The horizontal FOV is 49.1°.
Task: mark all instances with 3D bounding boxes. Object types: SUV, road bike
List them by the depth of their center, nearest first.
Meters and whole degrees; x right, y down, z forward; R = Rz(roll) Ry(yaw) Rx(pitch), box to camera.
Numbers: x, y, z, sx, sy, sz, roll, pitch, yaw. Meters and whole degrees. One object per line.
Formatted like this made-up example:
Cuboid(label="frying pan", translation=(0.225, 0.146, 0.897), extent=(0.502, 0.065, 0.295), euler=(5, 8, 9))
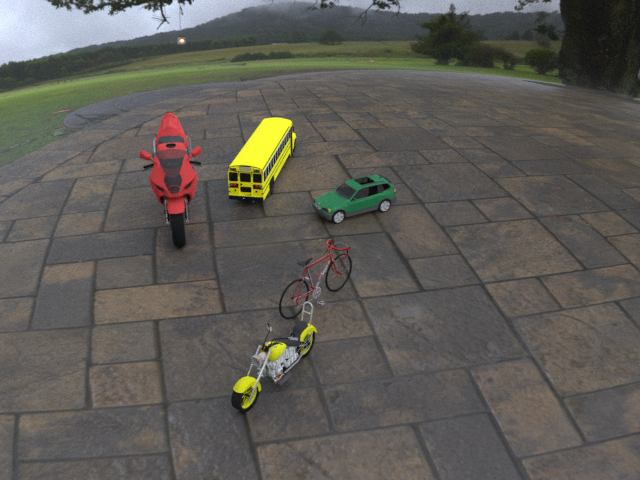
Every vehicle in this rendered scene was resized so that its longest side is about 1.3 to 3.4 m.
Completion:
Cuboid(label="road bike", translation=(-0.039, 0.538, 9.910), extent=(0.358, 0.852, 1.545), euler=(23, 36, 36))
Cuboid(label="SUV", translation=(0.635, -0.785, 12.672), extent=(1.572, 0.580, 0.656), euler=(-14, 31, -25))

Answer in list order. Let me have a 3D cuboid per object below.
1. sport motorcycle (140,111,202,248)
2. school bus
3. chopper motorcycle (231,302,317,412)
Cuboid(label="sport motorcycle", translation=(-2.543, -1.114, 12.210), extent=(0.983, 1.596, 2.955), euler=(-5, 29, -10))
Cuboid(label="school bus", translation=(-1.089, -1.721, 14.144), extent=(0.709, 0.844, 3.322), euler=(4, 28, 8))
Cuboid(label="chopper motorcycle", translation=(-0.531, 1.384, 8.421), extent=(0.466, 0.761, 1.563), euler=(17, 33, 29))
